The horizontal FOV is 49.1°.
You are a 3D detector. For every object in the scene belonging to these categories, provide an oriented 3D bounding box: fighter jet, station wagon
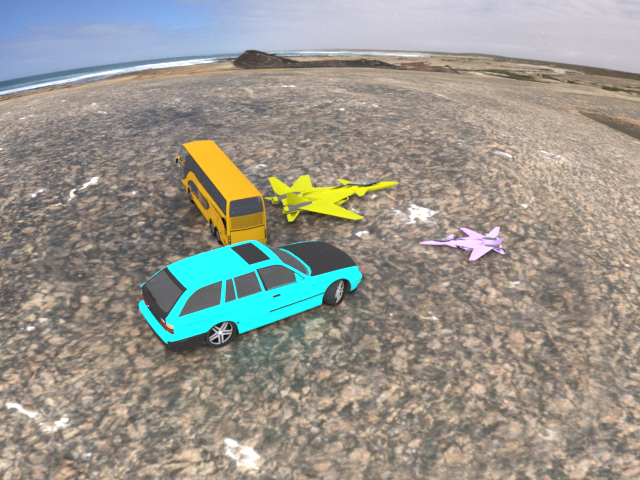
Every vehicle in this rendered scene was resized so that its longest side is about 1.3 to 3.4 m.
[{"bbox_3d":[2.313,-0.010,11.501,1.358,0.286,1.147,1,28,2],"label":"fighter jet"},{"bbox_3d":[-0.890,0.557,9.731,3.105,0.920,1.327,-17,32,-29],"label":"station wagon"},{"bbox_3d":[0.372,-0.993,13.092,2.640,0.557,2.229,-13,30,-24],"label":"fighter jet"}]

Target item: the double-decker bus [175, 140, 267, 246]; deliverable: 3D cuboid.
[{"bbox_3d":[-1.789,-0.874,12.330,0.756,1.052,3.251,-12,30,-21],"label":"double-decker bus"}]
